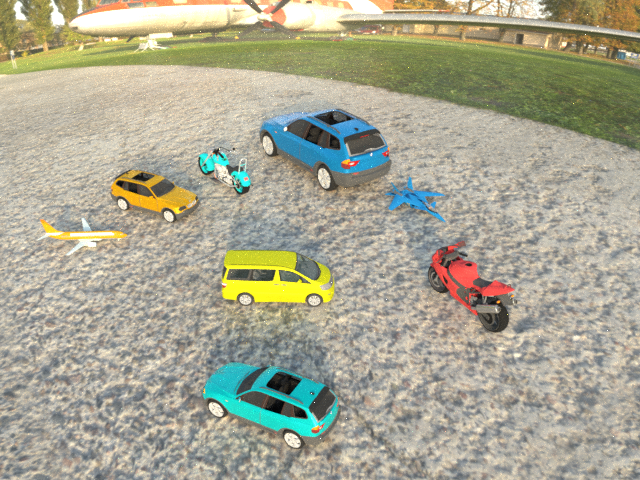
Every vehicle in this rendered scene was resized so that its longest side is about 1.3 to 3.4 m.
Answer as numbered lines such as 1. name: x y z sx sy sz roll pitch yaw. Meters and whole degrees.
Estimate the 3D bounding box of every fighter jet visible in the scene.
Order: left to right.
1. fighter jet: 1.730 -0.669 11.956 1.147 0.286 1.358 -16 34 -25

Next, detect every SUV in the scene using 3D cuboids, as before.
1. SUV: -2.809 -0.783 11.862 1.572 0.580 0.656 14 33 22
2. SUV: -0.546 1.702 7.629 1.572 0.580 0.656 15 34 24
3. SUV: 0.038 -1.914 13.245 1.276 1.128 3.058 -20 36 -30

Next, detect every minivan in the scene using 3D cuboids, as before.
1. minivan: -0.572 0.500 9.642 1.548 0.616 0.681 1 30 1

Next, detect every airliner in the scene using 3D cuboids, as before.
1. airliner: -3.689 -0.155 10.939 1.307 0.429 1.161 -2 31 -4

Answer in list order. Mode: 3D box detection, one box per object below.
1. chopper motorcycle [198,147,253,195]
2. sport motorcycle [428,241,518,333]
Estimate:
1. chopper motorcycle: -1.754 -1.348 12.644 0.466 0.761 1.563 -23 37 -33
2. sport motorcycle: 1.960 0.598 9.271 0.506 0.821 1.520 -18 35 -28
